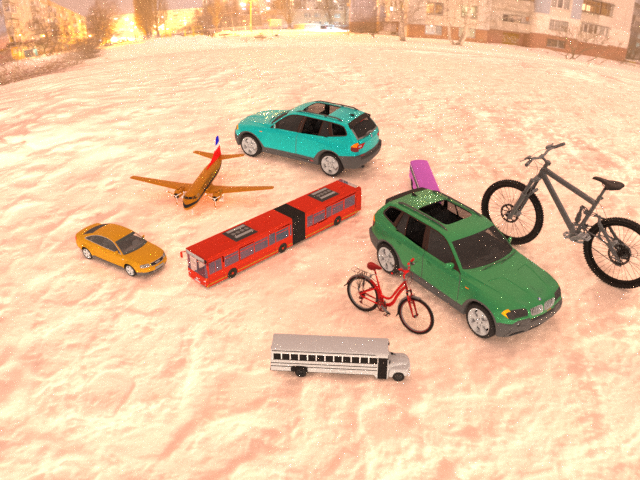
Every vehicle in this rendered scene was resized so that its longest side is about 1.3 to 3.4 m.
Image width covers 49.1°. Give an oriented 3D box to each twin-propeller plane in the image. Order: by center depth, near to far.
[{"bbox_3d":[-2.092,-1.176,12.645,2.663,0.792,2.129,5,31,8],"label":"twin-propeller plane"}]

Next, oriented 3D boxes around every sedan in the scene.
[{"bbox_3d":[-3.076,0.086,10.792,1.613,0.483,0.635,18,35,28],"label":"sedan"}]

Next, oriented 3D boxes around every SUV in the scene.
[{"bbox_3d":[1.986,0.208,9.945,1.276,1.128,3.058,-19,35,-30],"label":"SUV"},{"bbox_3d":[-0.273,-2.190,14.046,3.058,1.128,1.276,17,34,26],"label":"SUV"}]

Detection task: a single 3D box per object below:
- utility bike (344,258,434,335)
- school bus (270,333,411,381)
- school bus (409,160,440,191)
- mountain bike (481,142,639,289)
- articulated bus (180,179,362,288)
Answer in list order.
[{"bbox_3d":[0.937,0.659,9.355,1.435,0.946,0.535,21,36,32],"label":"utility bike"},{"bbox_3d":[0.255,1.422,8.557,1.708,0.434,0.365,2,30,4],"label":"school bus"},{"bbox_3d":[1.893,-0.902,12.532,0.365,0.434,1.708,-1,30,-2],"label":"school bus"},{"bbox_3d":[3.668,-0.384,10.404,2.857,1.688,1.114,26,39,37],"label":"mountain bike"},{"bbox_3d":[-0.640,-0.181,11.173,0.605,0.561,3.401,26,39,37],"label":"articulated bus"}]
